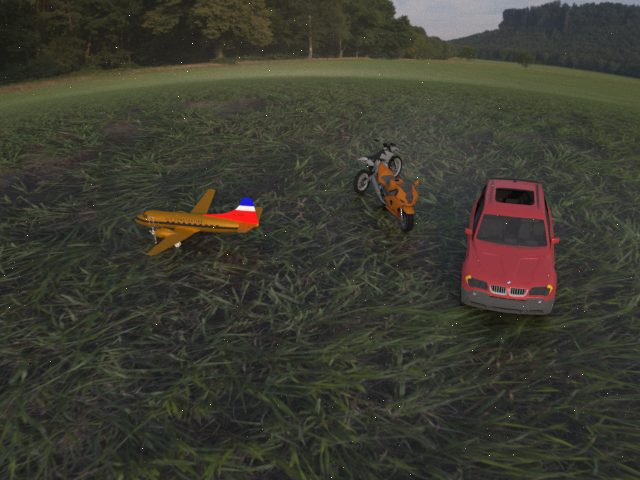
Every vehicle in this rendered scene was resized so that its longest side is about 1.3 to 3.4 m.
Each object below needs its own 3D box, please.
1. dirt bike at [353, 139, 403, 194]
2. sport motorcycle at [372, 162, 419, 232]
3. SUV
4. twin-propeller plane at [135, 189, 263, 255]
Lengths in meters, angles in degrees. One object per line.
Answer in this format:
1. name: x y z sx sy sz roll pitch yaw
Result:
1. dirt bike: 1.129 -1.444 13.448 0.527 0.857 1.493 21 33 37
2. sport motorcycle: 1.292 -0.755 12.048 0.506 0.821 1.520 -7 26 -15
3. SUV: 2.749 -0.009 10.131 1.276 1.128 3.058 6 26 13
4. twin-propeller plane: -2.015 -0.383 11.305 2.129 0.792 2.663 5 26 11
